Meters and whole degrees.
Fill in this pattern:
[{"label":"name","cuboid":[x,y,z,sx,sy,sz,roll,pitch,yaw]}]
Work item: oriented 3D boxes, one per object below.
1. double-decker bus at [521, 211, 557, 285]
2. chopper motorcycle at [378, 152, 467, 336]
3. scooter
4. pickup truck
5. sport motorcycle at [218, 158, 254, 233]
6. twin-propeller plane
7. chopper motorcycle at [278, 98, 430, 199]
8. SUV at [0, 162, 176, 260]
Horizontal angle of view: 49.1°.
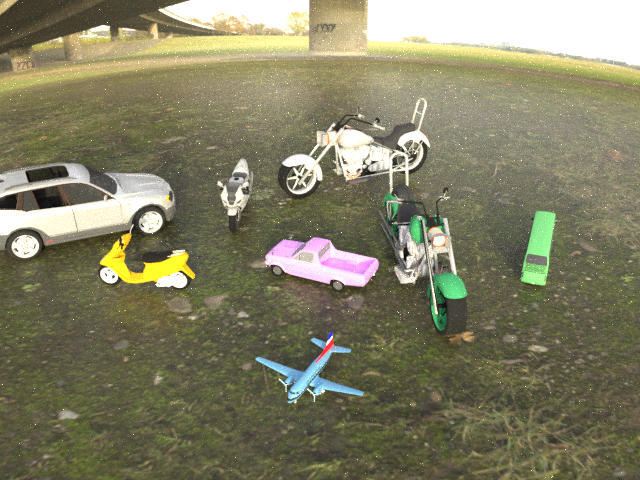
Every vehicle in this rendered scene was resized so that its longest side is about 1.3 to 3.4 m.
[{"label":"double-decker bus","cuboid":[3.271,0.075,10.417,0.389,0.541,1.672,10,30,18]},{"label":"chopper motorcycle","cuboid":[1.402,-0.035,9.625,0.906,1.480,3.040,-5,28,-9]},{"label":"scooter","cuboid":[-2.436,0.256,9.675,1.399,0.919,0.662,3,28,6]},{"label":"pickup truck","cuboid":[0.016,0.293,10.039,1.603,0.511,0.640,12,30,22]},{"label":"sport motorcycle","cuboid":[-1.370,-0.753,11.676,0.506,0.821,1.520,1,28,2]},{"label":"twin-propeller plane","cuboid":[-0.090,1.460,7.955,1.370,0.407,1.095,14,31,24]},{"label":"chopper motorcycle","cuboid":[0.669,-1.679,12.716,3.040,1.480,0.906,-13,30,-22]},{"label":"SUV","cuboid":[-3.850,-0.617,11.094,3.058,1.128,1.276,-13,31,-22]}]
